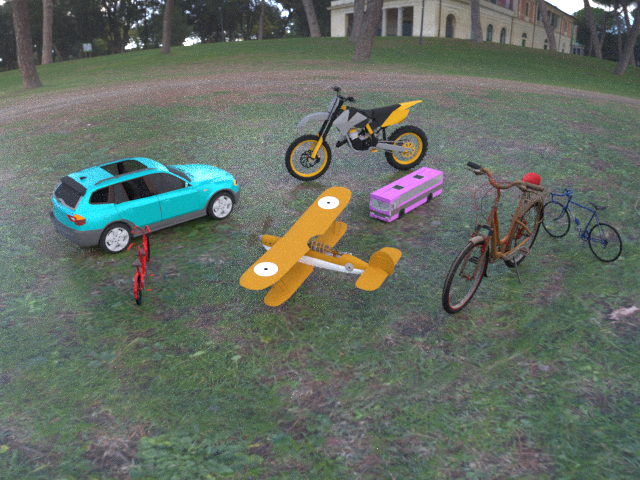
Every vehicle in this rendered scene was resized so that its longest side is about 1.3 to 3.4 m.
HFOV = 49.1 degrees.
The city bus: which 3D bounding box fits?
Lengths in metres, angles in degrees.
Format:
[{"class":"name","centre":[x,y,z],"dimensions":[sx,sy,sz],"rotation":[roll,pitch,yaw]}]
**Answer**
[{"class":"city bus","centre":[1.512,-0.786,12.110],"dimensions":[0.476,0.460,1.674],"rotation":[20,33,35]}]

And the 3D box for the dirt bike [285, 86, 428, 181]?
[{"class":"dirt bike","centre":[0.735,-1.987,13.167],"dimensions":[2.903,1.666,1.024],"rotation":[-8,28,-16]}]

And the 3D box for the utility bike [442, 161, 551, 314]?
[{"class":"utility bike","centre":[2.507,-0.151,9.290],"dimensions":[1.039,1.839,2.791],"rotation":[21,33,35]}]

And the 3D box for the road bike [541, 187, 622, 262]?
[{"class":"road bike","centre":[3.949,-0.256,10.609],"dimensions":[0.358,0.852,1.545],"rotation":[-15,30,-27]}]

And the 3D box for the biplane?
[{"class":"biplane","centre":[0.008,0.228,9.492],"dimensions":[2.120,0.981,2.598],"rotation":[13,30,25]}]

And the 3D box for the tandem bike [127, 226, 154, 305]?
[{"class":"tandem bike","centre":[-2.483,0.278,9.726],"dimensions":[0.283,0.682,1.642],"rotation":[-3,27,-6]}]

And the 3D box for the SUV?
[{"class":"SUV","centre":[-2.760,-0.754,11.297],"dimensions":[3.058,1.128,1.276],"rotation":[-21,33,-36]}]
